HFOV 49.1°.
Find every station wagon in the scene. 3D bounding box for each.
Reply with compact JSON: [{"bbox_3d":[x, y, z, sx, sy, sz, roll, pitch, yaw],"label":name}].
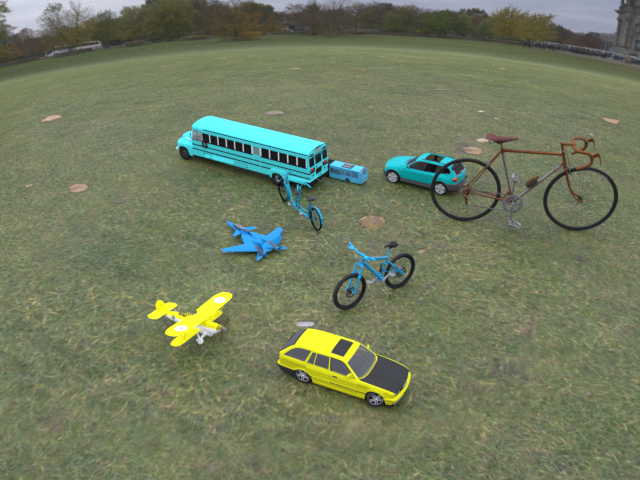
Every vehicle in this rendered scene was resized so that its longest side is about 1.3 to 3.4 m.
[{"bbox_3d":[0.297,1.484,8.423,1.597,0.473,0.682,14,33,22],"label":"station wagon"}]

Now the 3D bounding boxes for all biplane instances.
[{"bbox_3d":[-1.689,1.033,9.169,1.090,0.504,1.336,13,33,21],"label":"biplane"}]

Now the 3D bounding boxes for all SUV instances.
[{"bbox_3d":[1.968,-1.328,13.154,1.572,0.580,0.656,17,34,27],"label":"SUV"}]

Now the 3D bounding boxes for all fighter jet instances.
[{"bbox_3d":[-1.157,-0.119,11.368,1.147,0.286,1.358,-22,37,-33],"label":"fighter jet"}]

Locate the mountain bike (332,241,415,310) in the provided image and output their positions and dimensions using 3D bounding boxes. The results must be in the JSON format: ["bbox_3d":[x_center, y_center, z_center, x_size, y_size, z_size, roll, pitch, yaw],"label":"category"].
[{"bbox_3d":[0.780,0.446,9.817,1.469,0.868,0.573,-20,35,-30],"label":"mountain bike"}]

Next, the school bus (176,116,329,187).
[{"bbox_3d":[-1.415,-1.770,13.652,3.322,0.844,0.709,17,34,27],"label":"school bus"}]

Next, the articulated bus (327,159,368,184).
[{"bbox_3d":[0.093,-1.420,13.603,1.749,0.289,0.311,16,34,26],"label":"articulated bus"}]

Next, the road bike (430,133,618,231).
[{"bbox_3d":[3.343,-0.963,11.457,3.004,1.656,0.696,5,31,9],"label":"road bike"}]

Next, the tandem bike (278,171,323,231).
[{"bbox_3d":[-0.354,-0.724,12.014,0.283,0.682,1.642,-16,34,-25],"label":"tandem bike"}]
